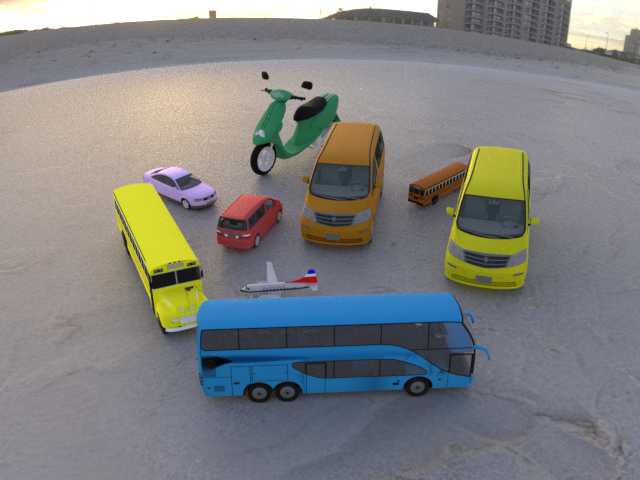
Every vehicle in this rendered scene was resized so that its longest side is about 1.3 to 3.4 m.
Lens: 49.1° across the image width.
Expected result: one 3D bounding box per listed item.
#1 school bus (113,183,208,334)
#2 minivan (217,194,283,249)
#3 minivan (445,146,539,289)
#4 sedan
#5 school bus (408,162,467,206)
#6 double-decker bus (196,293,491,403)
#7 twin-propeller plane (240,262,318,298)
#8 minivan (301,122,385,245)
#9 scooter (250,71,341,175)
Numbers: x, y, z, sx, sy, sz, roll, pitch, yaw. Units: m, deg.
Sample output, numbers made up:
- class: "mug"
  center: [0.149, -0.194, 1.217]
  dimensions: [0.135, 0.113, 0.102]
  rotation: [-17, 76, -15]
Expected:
- class: "school bus"
  center: [-2.333, 0.173, 10.112]
  dimensions: [0.709, 0.844, 3.322]
  rotation: [-12, 31, -21]
- class: "minivan"
  center: [-1.121, -0.402, 11.423]
  dimensions: [0.681, 0.616, 1.548]
  rotation: [9, 30, 16]
- class: "minivan"
  center: [2.669, -0.412, 10.829]
  dimensions: [1.324, 1.197, 3.011]
  rotation: [8, 29, 14]
- class: "sedan"
  center: [-2.541, -0.998, 12.671]
  dimensions: [1.613, 0.483, 0.635]
  rotation: [21, 35, 34]
- class: "school bus"
  center: [2.266, -1.050, 12.819]
  dimensions: [0.365, 0.434, 1.708]
  rotation: [24, 37, 37]
- class: "double-decker bus"
  center: [0.244, 1.199, 7.985]
  dimensions: [3.251, 1.052, 0.756]
  rotation: [-2, 28, -3]
- class: "twin-propeller plane"
  center: [-0.572, 0.614, 9.754]
  dimensions: [1.095, 0.407, 1.370]
  rotation: [-4, 28, -7]
- class: "minivan"
  center: [0.453, -1.016, 11.952]
  dimensions: [1.324, 1.197, 3.011]
  rotation: [5, 29, 8]
- class: "scooter"
  center: [-0.454, -2.455, 14.005]
  dimensions: [1.288, 1.786, 2.721]
  rotation: [21, 35, 34]
